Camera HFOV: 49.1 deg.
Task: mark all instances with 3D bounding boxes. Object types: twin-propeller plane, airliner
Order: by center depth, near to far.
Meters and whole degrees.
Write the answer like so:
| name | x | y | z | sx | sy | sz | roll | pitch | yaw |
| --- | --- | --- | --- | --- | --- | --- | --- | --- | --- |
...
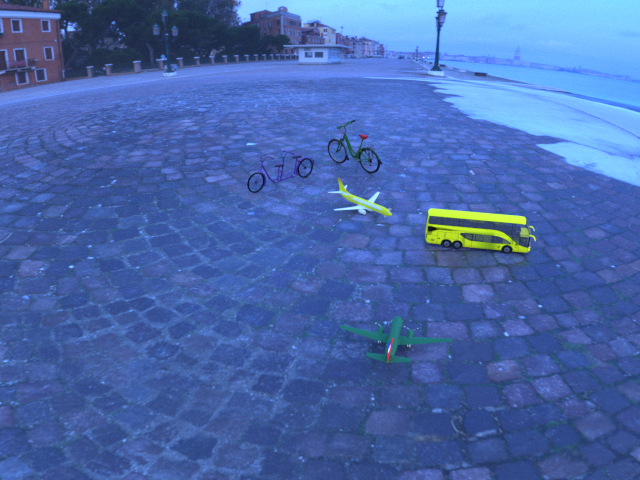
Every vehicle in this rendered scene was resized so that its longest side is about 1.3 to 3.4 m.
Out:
| name | x | y | z | sx | sy | sz | roll | pitch | yaw |
| --- | --- | --- | --- | --- | --- | --- | --- | --- | --- |
| twin-propeller plane | 0.890 | 1.151 | 8.454 | 1.370 | 0.407 | 1.095 | 6 | 27 | 12 |
| airliner | 0.765 | -0.738 | 12.305 | 1.161 | 0.429 | 1.307 | -23 | 34 | -39 |

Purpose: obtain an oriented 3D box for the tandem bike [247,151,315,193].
| name | x | y | z | sx | sy | sz | roll | pitch | yaw |
| --- | --- | --- | --- | --- | --- | --- | --- | --- | --- |
| tandem bike | -0.723 | -1.370 | 13.314 | 1.642 | 0.682 | 0.283 | -21 | 33 | -37 |

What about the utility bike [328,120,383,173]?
| name | x | y | z | sx | sy | sz | roll | pitch | yaw |
| --- | --- | --- | --- | --- | --- | --- | --- | --- | --- |
| utility bike | 0.654 | -1.861 | 14.020 | 1.435 | 0.946 | 0.535 | 22 | 34 | 38 |

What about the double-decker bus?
| name | x | y | z | sx | sy | sz | roll | pitch | yaw |
| --- | --- | --- | --- | --- | --- | --- | --- | --- | --- |
| double-decker bus | 2.499 | -0.141 | 10.952 | 1.672 | 0.541 | 0.389 | 6 | 27 | 11 |
